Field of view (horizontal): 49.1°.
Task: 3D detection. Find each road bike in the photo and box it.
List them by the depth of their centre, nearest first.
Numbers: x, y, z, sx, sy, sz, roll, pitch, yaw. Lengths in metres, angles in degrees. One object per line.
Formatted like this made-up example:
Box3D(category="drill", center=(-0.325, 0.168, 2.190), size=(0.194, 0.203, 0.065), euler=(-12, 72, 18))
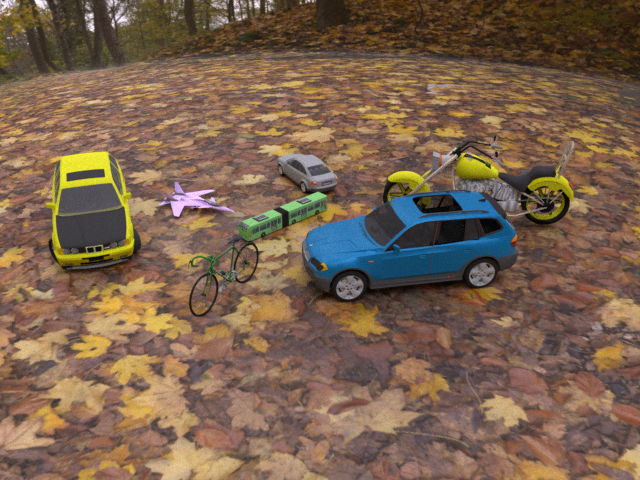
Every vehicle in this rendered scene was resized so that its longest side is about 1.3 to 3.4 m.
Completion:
Box3D(category="road bike", center=(-1.279, 0.411, 9.464), size=(0.358, 0.852, 1.545), euler=(16, 32, 26))

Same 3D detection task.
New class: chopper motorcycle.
Box3D(category="chopper motorcycle", center=(2.561, -0.978, 11.346), size=(3.040, 1.480, 0.906), euler=(5, 29, 8))

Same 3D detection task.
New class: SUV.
Box3D(category="SUV", center=(1.271, -0.008, 9.941), size=(3.058, 1.128, 1.276), euler=(-5, 29, -9))

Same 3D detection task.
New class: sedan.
Box3D(category="sedan", center=(-0.266, -1.327, 13.020), size=(0.635, 0.483, 1.613), euler=(-15, 32, -26))

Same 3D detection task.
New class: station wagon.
Box3D(category="station wagon", center=(-3.693, -0.607, 11.250), size=(1.327, 0.920, 3.105), euler=(-9, 30, -16))

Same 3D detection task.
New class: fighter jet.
Box3D(category="fighter jet", center=(-2.063, -0.688, 12.057), size=(1.358, 0.286, 1.147), euler=(12, 31, 22))

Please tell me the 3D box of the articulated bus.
Box3D(category="articulated bus", center=(-0.570, -0.400, 11.530), size=(1.749, 0.289, 0.311), euler=(-24, 37, -37))
